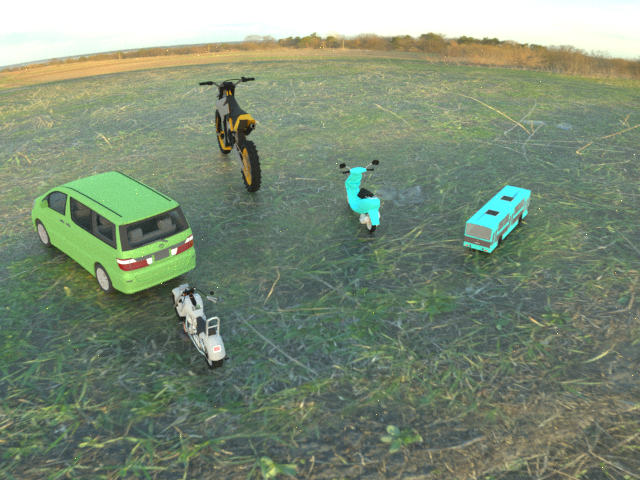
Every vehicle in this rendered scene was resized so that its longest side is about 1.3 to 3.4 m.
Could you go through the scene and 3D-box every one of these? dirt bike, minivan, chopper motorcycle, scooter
[{"bbox_3d":[-1.574,-2.042,12.799,1.024,1.666,2.903,-10,29,-18],"label":"dirt bike"},{"bbox_3d":[-3.034,-0.287,9.905,1.324,1.197,3.011,-23,35,-38],"label":"minivan"},{"bbox_3d":[-1.447,0.871,8.133,0.466,0.761,1.563,-13,30,-24],"label":"chopper motorcycle"},{"bbox_3d":[0.663,-0.754,11.116,0.662,0.919,1.399,-7,28,-14],"label":"scooter"}]

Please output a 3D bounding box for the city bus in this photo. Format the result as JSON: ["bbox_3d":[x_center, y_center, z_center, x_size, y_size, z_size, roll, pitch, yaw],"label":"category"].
[{"bbox_3d":[2.749,-0.325,10.783,0.476,0.460,1.674,17,32,30],"label":"city bus"}]
